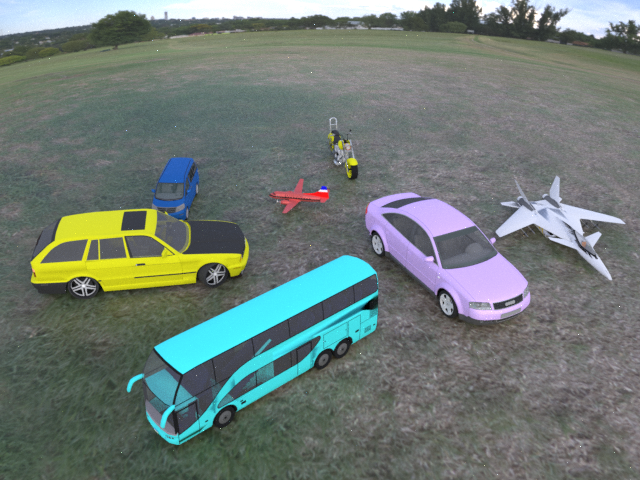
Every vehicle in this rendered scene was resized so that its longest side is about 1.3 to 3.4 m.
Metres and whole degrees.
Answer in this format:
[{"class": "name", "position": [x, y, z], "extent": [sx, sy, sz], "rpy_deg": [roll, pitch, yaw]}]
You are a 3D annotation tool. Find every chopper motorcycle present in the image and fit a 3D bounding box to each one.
[{"class": "chopper motorcycle", "position": [0.447, -1.801, 13.724], "extent": [0.466, 0.761, 1.563], "rpy_deg": [-8, 32, -13]}]

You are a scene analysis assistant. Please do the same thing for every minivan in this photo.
[{"class": "minivan", "position": [-2.544, -0.890, 12.324], "extent": [0.681, 0.616, 1.548], "rpy_deg": [1, 31, 1]}]

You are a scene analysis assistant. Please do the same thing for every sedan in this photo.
[{"class": "sedan", "position": [1.805, 0.102, 10.324], "extent": [1.235, 0.940, 3.137], "rpy_deg": [-15, 34, -23]}]

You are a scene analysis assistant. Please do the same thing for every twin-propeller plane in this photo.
[{"class": "twin-propeller plane", "position": [-0.378, -0.811, 12.395], "extent": [1.095, 0.407, 1.370], "rpy_deg": [6, 31, 10]}]

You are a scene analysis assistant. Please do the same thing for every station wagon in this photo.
[{"class": "station wagon", "position": [-2.617, 0.096, 10.354], "extent": [3.105, 0.920, 1.327], "rpy_deg": [-5, 31, -8]}]

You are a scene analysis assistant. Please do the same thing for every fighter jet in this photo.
[{"class": "fighter jet", "position": [3.996, -0.217, 11.241], "extent": [2.229, 0.557, 2.640], "rpy_deg": [-6, 31, -10]}]

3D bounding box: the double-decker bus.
[{"class": "double-decker bus", "position": [-0.636, 1.235, 8.293], "extent": [3.251, 1.052, 0.756], "rpy_deg": [-24, 38, -35]}]
